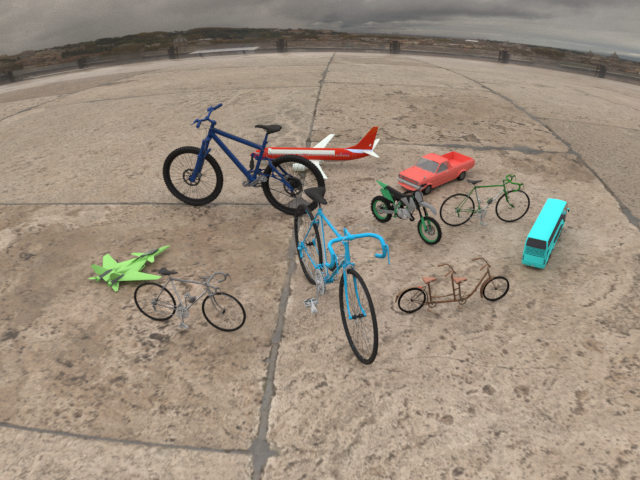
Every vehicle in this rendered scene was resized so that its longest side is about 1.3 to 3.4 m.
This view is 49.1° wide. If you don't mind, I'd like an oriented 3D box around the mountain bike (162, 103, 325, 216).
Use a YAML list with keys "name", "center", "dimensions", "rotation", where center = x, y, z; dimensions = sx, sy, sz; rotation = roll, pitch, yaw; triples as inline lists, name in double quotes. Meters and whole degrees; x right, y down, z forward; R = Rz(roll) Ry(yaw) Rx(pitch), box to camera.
- name: "mountain bike"
  center: [-1.309, -1.263, 11.676]
  dimensions: [2.857, 1.688, 1.114]
  rotation: [6, 30, 11]

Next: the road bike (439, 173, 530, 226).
- name: "road bike"
  center: [2.706, -0.634, 11.408]
  dimensions: [1.545, 0.852, 0.358]
  rotation: [-4, 29, -8]

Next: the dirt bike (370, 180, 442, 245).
- name: "dirt bike"
  center: [1.368, -0.498, 11.158]
  dimensions: [0.527, 0.857, 1.493]
  rotation: [-24, 37, -36]

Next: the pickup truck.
- name: "pickup truck"
  center: [2.170, -1.321, 12.989]
  dimensions: [1.603, 0.511, 0.640]
  rotation: [-23, 36, -35]

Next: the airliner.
- name: "airliner"
  center: [-0.111, -1.831, 13.568]
  dimensions: [2.541, 0.835, 2.257]
  rotation: [2, 29, 4]

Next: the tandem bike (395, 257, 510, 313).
- name: "tandem bike"
  center: [1.791, 0.613, 9.349]
  dimensions: [1.642, 0.682, 0.283]
  rotation: [-7, 30, -11]

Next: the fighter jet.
- name: "fighter jet"
  center: [-2.710, 0.283, 10.345]
  dimensions: [1.147, 0.286, 1.358]
  rotation: [18, 34, 29]

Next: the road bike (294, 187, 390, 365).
- name: "road bike"
  center: [0.138, 0.270, 8.965]
  dimensions: [0.696, 1.656, 3.004]
  rotation: [-10, 31, -17]

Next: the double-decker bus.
- name: "double-decker bus"
  center: [3.508, -0.142, 10.845]
  dimensions: [0.389, 0.541, 1.672]
  rotation: [14, 32, 24]

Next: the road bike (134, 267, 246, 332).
- name: "road bike"
  center: [-1.684, 0.749, 8.931]
  dimensions: [1.545, 0.852, 0.358]
  rotation: [7, 30, 12]
